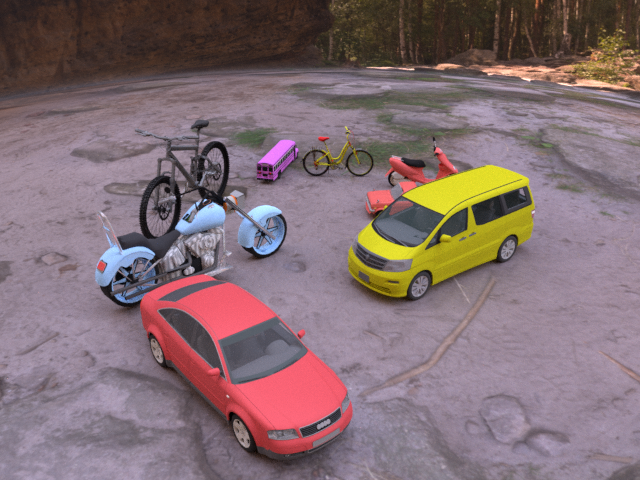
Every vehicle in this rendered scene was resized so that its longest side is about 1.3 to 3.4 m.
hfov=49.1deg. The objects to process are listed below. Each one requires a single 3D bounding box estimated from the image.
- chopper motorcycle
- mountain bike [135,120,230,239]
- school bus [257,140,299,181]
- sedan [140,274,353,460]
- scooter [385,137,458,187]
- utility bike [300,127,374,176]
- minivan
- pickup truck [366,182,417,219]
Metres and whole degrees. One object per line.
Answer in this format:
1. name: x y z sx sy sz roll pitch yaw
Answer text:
1. chopper motorcycle: -1.698 -0.097 9.739 3.040 1.480 0.906 -22 34 -37
2. mountain bike: -2.188 -1.108 11.537 1.114 1.688 2.857 9 28 17
3. school bus: -0.815 -1.612 13.955 0.365 0.434 1.708 7 27 14
4. sedan: -0.908 1.195 7.751 1.235 0.940 3.137 -20 32 -34
5. scooter: 1.916 -1.381 12.946 1.399 0.919 0.662 3 27 6
6. utility bike: 0.325 -1.708 13.573 1.435 0.946 0.535 1 26 1
7. minivan: 1.801 -0.179 10.221 3.011 1.197 1.324 -18 32 -32
8. pickup truck: 1.594 -0.707 12.052 1.603 0.511 0.640 -2 27 -4
